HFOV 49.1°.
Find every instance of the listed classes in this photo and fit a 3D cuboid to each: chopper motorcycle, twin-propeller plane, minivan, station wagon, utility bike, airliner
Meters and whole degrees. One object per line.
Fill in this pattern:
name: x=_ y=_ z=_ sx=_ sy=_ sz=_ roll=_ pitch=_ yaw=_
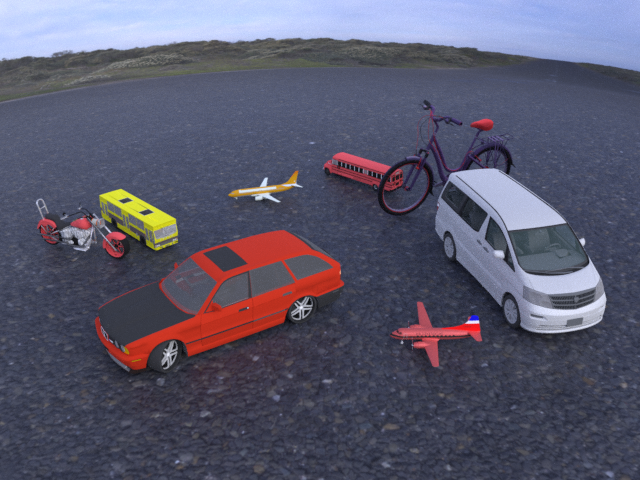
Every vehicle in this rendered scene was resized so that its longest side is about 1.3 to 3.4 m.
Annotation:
chopper motorcycle: x=-3.589 y=-0.172 z=10.533 sx=1.563 sy=0.761 sz=0.466 roll=9 pitch=28 yaw=17
twin-propeller plane: x=1.390 y=1.084 z=8.444 sx=1.095 sy=0.407 sz=1.370 roll=0 pitch=27 yaw=0
minivan: x=2.669 y=0.060 z=9.593 sx=1.324 sy=1.197 sz=3.011 roll=-7 pitch=28 yaw=-14
station wagon: x=-1.224 y=0.640 z=8.752 sx=3.105 sy=0.920 sz=1.327 roll=-17 pitch=31 yaw=-30
utility bike: x=2.249 y=-1.344 z=11.656 sx=2.791 sy=1.839 sz=1.039 roll=-12 pitch=29 yaw=-22
airliner: x=-0.996 y=-0.976 z=12.490 sx=1.307 sy=0.429 sz=1.161 roll=-7 pitch=28 yaw=-13

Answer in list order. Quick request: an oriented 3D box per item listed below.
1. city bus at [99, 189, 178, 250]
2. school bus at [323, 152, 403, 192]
city bus: x=-2.909 y=-0.324 z=11.169 sx=0.476 sy=0.460 sz=1.674 roll=-23 pitch=35 yaw=-38
school bus: x=0.770 y=-1.290 z=13.106 sx=1.708 sy=0.434 sz=0.365 roll=22 pitch=34 yaw=37
